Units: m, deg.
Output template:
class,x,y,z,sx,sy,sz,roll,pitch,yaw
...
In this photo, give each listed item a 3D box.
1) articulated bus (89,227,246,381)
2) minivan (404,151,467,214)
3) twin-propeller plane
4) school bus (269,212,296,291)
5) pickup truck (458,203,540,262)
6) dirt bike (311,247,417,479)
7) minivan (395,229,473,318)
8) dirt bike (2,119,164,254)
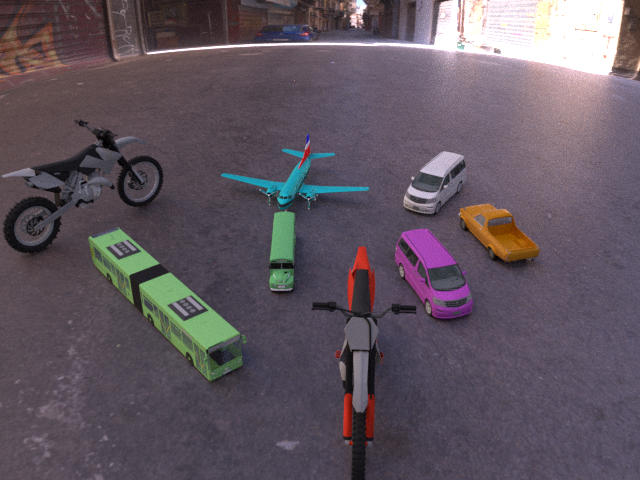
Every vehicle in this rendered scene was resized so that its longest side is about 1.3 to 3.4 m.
class,x,y,z,sx,sy,sz,roll,pitch,yaw
articulated bus,-2.159,0.745,9.373,0.605,0.561,3.401,-22,37,-33
minivan,2.037,-1.011,12.296,0.681,0.616,1.548,18,35,28
twin-propeller plane,-0.415,-1.167,12.386,2.663,0.792,2.129,6,31,11
school bus,-0.552,0.161,10.489,0.365,0.434,1.708,0,31,-1
pickup truck,2.778,-0.163,10.962,0.640,0.511,1.603,-9,32,-14
dirt bike,0.449,1.179,7.551,1.024,1.666,2.903,2,31,3
minivan,1.588,0.453,9.814,0.681,0.616,1.548,-9,32,-14
dirt bike,-3.733,-0.941,11.143,1.024,1.666,2.903,24,38,35
